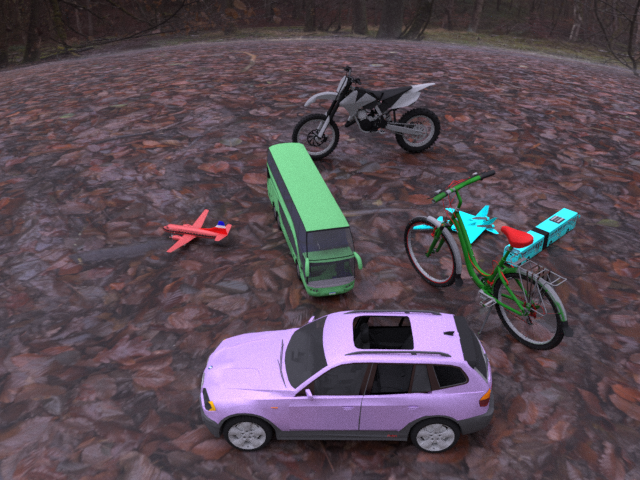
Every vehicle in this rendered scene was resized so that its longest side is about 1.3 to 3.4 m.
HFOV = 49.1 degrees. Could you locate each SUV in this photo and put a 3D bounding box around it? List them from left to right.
[{"bbox_3d":[0.272,1.383,7.327,3.058,1.128,1.276,0,30,1],"label":"SUV"}]

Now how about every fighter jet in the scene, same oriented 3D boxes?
[{"bbox_3d":[2.070,-0.289,11.003,1.358,0.286,1.147,-3,31,-6],"label":"fighter jet"}]

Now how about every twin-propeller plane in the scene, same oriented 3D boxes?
[{"bbox_3d":[-1.917,-0.168,10.678,1.095,0.407,1.370,8,31,14],"label":"twin-propeller plane"}]

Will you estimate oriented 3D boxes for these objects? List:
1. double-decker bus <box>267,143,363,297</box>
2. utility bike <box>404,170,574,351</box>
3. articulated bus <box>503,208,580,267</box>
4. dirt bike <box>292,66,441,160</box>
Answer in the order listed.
[{"bbox_3d":[-0.196,-0.369,10.383,0.756,1.052,3.251,-7,31,-12],"label":"double-decker bus"},{"bbox_3d":[1.934,0.215,8.612,1.039,1.839,2.791,-21,36,-31],"label":"utility bike"},{"bbox_3d":[3.360,-0.052,10.597,1.749,0.289,0.311,-27,40,-37],"label":"articulated bus"},{"bbox_3d":[0.905,-2.339,13.130,2.903,1.666,1.024,-5,31,-9],"label":"dirt bike"}]
